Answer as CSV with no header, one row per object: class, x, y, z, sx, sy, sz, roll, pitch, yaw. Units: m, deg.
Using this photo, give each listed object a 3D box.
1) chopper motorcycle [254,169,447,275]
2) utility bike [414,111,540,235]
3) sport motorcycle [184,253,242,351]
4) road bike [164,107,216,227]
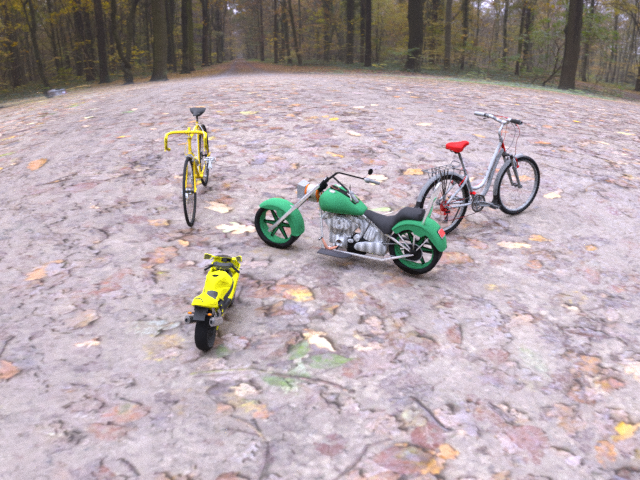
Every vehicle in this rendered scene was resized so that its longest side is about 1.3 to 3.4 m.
chopper motorcycle,0.391,-0.366,10.309,3.040,1.480,0.906,12,28,23
utility bike,2.574,-1.129,11.473,2.791,1.839,1.039,-15,29,-28
sport motorcycle,-1.304,0.728,8.805,0.506,0.821,1.520,4,26,8
road bike,-2.172,-1.421,12.286,0.696,1.656,3.004,-1,26,-1
